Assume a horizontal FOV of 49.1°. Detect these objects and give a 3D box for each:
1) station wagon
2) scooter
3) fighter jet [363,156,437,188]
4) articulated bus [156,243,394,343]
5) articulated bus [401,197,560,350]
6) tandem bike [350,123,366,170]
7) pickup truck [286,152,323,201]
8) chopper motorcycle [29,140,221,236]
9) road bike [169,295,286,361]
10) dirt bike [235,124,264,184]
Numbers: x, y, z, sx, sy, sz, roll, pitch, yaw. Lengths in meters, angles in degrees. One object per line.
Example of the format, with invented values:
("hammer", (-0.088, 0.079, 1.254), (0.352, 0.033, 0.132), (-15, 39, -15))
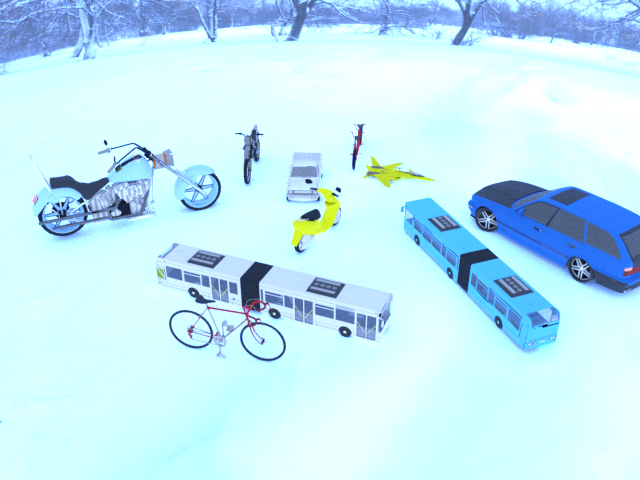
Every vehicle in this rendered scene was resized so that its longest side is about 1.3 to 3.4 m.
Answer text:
("station wagon", (3.737, -0.305, 10.852), (1.327, 0.920, 3.105), (-21, 37, -31))
("scooter", (-0.034, -0.422, 11.049), (0.662, 0.919, 1.399), (18, 35, 27))
("fighter jet", (1.525, -1.277, 13.091), (1.358, 0.286, 1.147), (10, 32, 16))
("articulated bus", (-0.672, 0.684, 9.551), (3.401, 0.561, 0.605), (12, 33, 19))
("articulated bus", (2.181, 0.350, 10.107), (0.605, 0.561, 3.401), (-11, 33, -18))
("tandem bike", (0.752, -1.981, 13.883), (0.283, 0.682, 1.642), (5, 31, 8))
("pickup truck", (-0.271, -1.222, 12.782), (0.640, 0.511, 1.603), (1, 31, 2))
("chopper motorcycle", (-3.108, -0.940, 11.368), (3.040, 1.480, 0.906), (-14, 34, -22))
("road bike", (-1.160, 1.076, 8.613), (1.545, 0.852, 0.358), (8, 32, 13))
("dirt bike", (-1.286, -1.683, 13.215), (0.527, 0.857, 1.493), (2, 31, 4))
